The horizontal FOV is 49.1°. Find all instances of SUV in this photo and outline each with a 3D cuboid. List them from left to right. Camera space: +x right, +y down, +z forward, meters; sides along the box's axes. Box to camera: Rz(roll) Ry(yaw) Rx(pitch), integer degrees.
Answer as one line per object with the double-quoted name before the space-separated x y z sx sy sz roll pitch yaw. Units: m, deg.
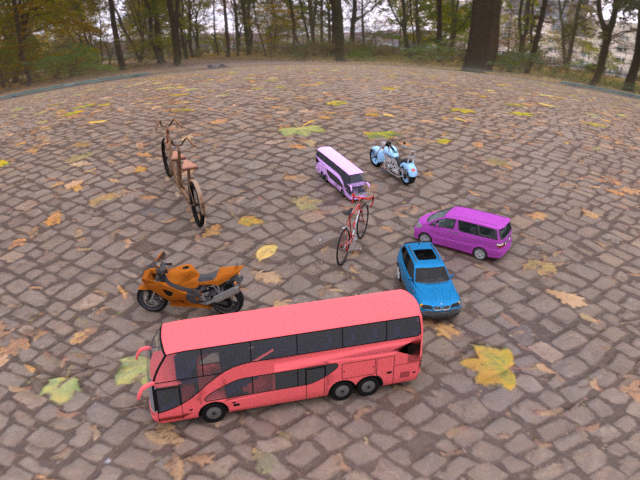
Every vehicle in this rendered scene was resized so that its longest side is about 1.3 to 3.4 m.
"SUV" 1.525 0.534 9.982 0.656 0.580 1.572 -3 28 -6

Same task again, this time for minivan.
"minivan" 2.286 -0.177 11.280 1.548 0.616 0.681 17 32 28

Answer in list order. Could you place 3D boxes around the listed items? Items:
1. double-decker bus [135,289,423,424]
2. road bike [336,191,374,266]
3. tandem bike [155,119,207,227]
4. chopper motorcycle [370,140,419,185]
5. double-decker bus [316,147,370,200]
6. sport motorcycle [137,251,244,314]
"double-decker bus" -0.431 1.323 7.999 3.251 1.052 0.756 -7 29 -13
"road bike" 0.532 -0.214 11.099 0.358 0.852 1.545 10 30 19
"tandem bike" -2.542 -1.332 12.694 0.550 1.326 3.192 -11 30 -20
"chopper motorcycle" 1.439 -1.636 13.865 0.466 0.761 1.563 -13 31 -23
"double-decker bus" 0.397 -1.274 13.421 0.389 0.541 1.672 -12 30 -21
"sport motorcycle" -1.768 0.640 9.528 1.520 0.821 0.506 2 28 3
